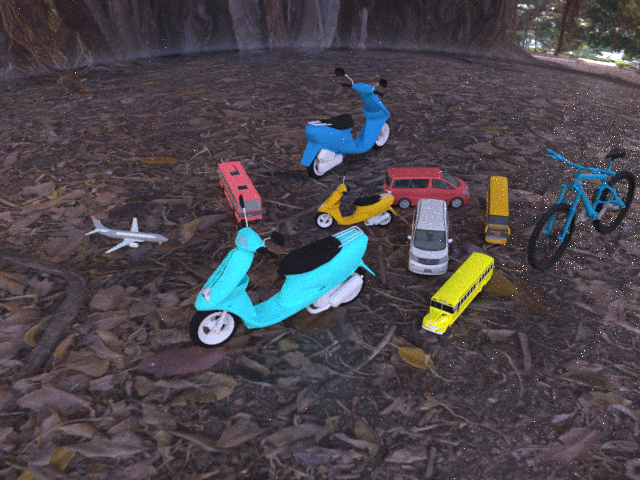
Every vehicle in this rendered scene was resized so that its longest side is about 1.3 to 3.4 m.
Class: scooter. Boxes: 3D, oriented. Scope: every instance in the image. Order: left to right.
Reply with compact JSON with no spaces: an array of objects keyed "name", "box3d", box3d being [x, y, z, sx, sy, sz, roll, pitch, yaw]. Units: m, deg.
[{"name":"scooter","box3d":[-0.465,0.371,9.168,2.721,1.786,1.288,-15,34,-24]},{"name":"scooter","box3d":[0.590,-2.332,13.796,1.288,1.786,2.721,23,38,34]},{"name":"scooter","box3d":[0.603,-0.615,11.717,1.399,0.919,0.662,-2,30,-4]}]

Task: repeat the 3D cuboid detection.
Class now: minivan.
[{"name":"minivan","box3d":[1.927,-0.964,12.614,1.548,0.616,0.681,-1,30,-2]},{"name":"minivan","box3d":[1.736,-0.062,11.069,0.681,0.616,1.548,5,31,8]}]

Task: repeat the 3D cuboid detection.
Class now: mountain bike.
[{"name":"mountain bike","box3d":[4.177,-0.591,10.913,2.857,1.688,1.114,-23,37,-34]}]

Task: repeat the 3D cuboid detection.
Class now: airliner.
[{"name":"airliner","box3d":[-3.115,-0.159,11.420,1.307,0.429,1.161,5,31,8]}]

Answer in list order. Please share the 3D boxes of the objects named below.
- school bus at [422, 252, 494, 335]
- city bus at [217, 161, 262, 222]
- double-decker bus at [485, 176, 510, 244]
[{"name":"school bus","box3d":[1.959,0.743,9.872,0.365,0.434,1.708,19,35,29]},{"name":"city bus","box3d":[-1.454,-0.871,12.609,0.476,0.460,1.674,-10,32,-16]},{"name":"double-decker bus","box3d":[3.015,-0.510,11.911,0.389,0.541,1.672,6,31,11]}]
